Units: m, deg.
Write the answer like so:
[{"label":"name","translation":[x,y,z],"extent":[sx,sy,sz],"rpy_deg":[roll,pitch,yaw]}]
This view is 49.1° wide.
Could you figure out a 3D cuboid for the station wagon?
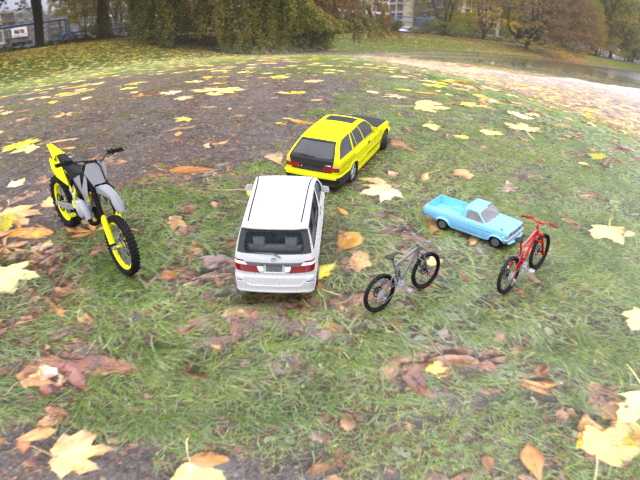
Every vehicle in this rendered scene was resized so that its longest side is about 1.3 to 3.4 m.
[{"label":"station wagon","translation":[0.441,-1.996,13.912],"extent":[1.327,0.920,3.105],"rpy_deg":[12,31,21]}]

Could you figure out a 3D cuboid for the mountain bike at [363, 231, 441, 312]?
[{"label":"mountain bike","translation":[1.149,0.435,9.560],"extent":[1.469,0.868,0.573],"rpy_deg":[-22,36,-34]}]

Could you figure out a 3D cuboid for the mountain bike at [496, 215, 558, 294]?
[{"label":"mountain bike","translation":[2.945,0.196,9.993],"extent":[0.573,0.868,1.469],"rpy_deg":[24,37,36]}]

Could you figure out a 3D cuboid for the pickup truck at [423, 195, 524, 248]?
[{"label":"pickup truck","translation":[2.493,-0.383,11.412],"extent":[1.603,0.511,0.640],"rpy_deg":[22,36,34]}]

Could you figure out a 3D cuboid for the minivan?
[{"label":"minivan","translation":[-0.541,-0.328,10.602],"extent":[1.324,1.197,3.011],"rpy_deg":[1,29,2]}]

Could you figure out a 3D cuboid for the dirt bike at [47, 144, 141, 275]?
[{"label":"dirt bike","translation":[-3.508,-0.611,10.629],"extent":[1.024,1.666,2.903],"rpy_deg":[-22,36,-35]}]
